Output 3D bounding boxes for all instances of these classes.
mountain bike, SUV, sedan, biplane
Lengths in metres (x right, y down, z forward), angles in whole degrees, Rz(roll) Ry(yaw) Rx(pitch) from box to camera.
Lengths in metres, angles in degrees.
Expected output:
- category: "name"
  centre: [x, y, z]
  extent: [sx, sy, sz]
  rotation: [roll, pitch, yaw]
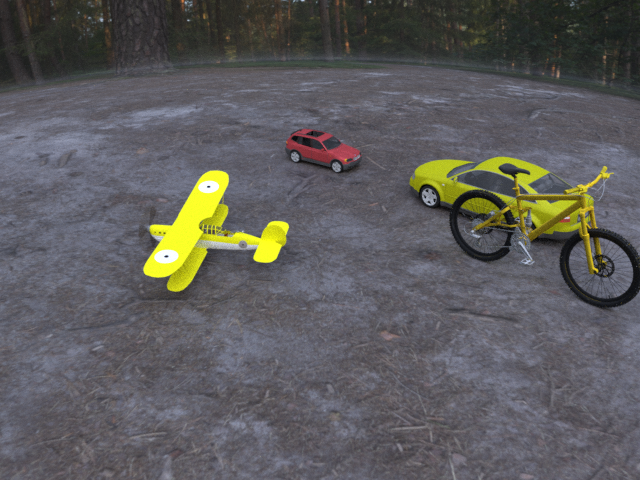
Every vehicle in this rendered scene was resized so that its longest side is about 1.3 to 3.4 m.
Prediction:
- category: "mountain bike"
  centre: [2.973, -0.185, 9.433]
  extent: [2.857, 1.688, 1.114]
  rotation: [24, 36, 38]
- category: "SUV"
  centre: [0.061, -1.780, 13.681]
  extent: [1.572, 0.580, 0.656]
  rotation: [17, 32, 29]
- category: "sedan"
  centre: [2.897, -0.855, 11.522]
  extent: [3.137, 0.940, 1.235]
  rotation: [24, 36, 38]
- category: "biplane"
  centre: [-1.513, -0.021, 9.882]
  extent: [2.120, 0.981, 2.598]
  rotation: [5, 28, 10]
